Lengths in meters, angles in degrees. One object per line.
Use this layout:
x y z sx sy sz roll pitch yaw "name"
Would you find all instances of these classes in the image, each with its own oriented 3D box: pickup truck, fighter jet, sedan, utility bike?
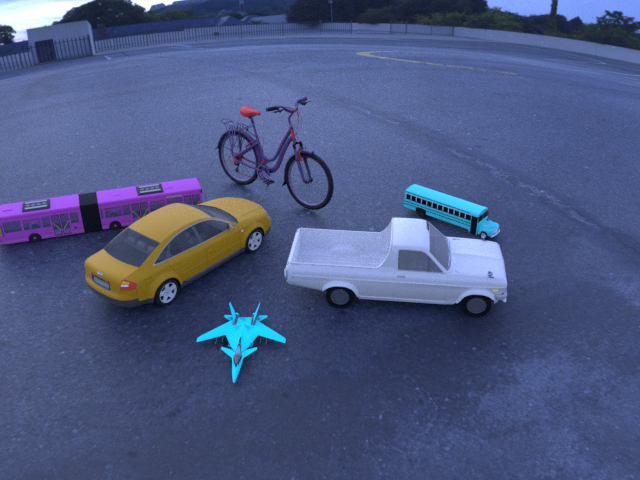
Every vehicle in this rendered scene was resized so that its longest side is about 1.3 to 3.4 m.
1.083 0.282 9.933 3.117 0.993 1.244 3 31 6 "pickup truck"
-1.020 1.289 8.922 1.147 0.286 1.358 0 31 1 "fighter jet"
-2.023 -0.027 10.508 1.235 0.940 3.137 22 37 32 "sedan"
-0.819 -1.670 12.409 2.791 1.839 1.039 21 37 32 "utility bike"

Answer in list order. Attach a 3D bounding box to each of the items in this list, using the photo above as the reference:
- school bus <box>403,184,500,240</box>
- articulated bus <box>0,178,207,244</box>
2.216 -0.485 11.782 1.708 0.434 0.365 22 37 33 "school bus"
-3.626 -0.493 11.670 3.401 0.561 0.605 -10 32 -16 "articulated bus"
